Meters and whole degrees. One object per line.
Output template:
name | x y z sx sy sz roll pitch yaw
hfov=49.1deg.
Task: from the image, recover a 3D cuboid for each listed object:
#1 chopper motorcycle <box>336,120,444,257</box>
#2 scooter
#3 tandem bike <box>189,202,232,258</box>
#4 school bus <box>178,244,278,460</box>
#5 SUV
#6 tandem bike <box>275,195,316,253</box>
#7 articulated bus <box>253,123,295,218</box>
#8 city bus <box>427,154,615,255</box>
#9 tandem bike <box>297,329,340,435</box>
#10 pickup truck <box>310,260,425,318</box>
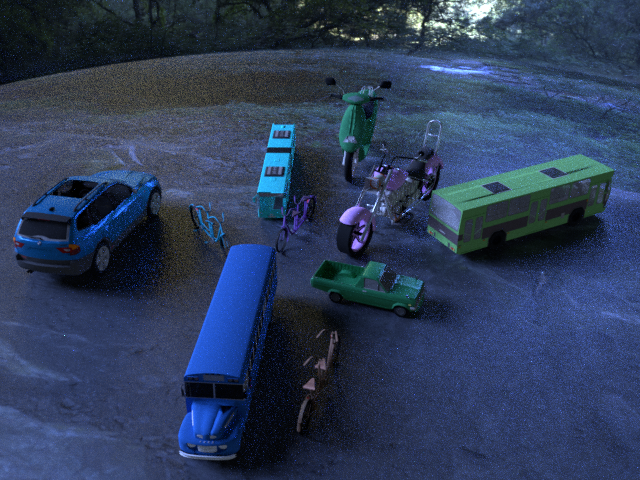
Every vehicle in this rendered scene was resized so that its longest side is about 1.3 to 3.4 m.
chopper motorcycle | 1.228 -0.903 11.634 0.906 1.480 3.040 20 36 31
scooter | 0.785 -2.431 13.971 1.288 1.786 2.721 6 31 10
tandem bike | -1.786 -0.264 11.326 0.283 0.682 1.642 -18 34 -28
school bus | -1.057 1.228 8.581 0.709 0.844 3.322 2 30 4
SUV | -3.662 -0.499 11.286 1.276 1.128 3.058 7 31 11
tandem bike | -0.381 -0.399 11.558 0.283 0.682 1.642 11 32 19
articulated bus | -0.801 -1.414 13.435 0.605 0.561 3.401 1 30 1
city bus | 3.378 -0.600 11.693 3.255 0.894 0.926 -15 33 -24
tandem bike | 0.004 1.560 8.169 0.283 0.682 1.642 9 31 15
pickup truck | 0.688 0.610 9.983 1.603 0.511 0.640 11 32 18
